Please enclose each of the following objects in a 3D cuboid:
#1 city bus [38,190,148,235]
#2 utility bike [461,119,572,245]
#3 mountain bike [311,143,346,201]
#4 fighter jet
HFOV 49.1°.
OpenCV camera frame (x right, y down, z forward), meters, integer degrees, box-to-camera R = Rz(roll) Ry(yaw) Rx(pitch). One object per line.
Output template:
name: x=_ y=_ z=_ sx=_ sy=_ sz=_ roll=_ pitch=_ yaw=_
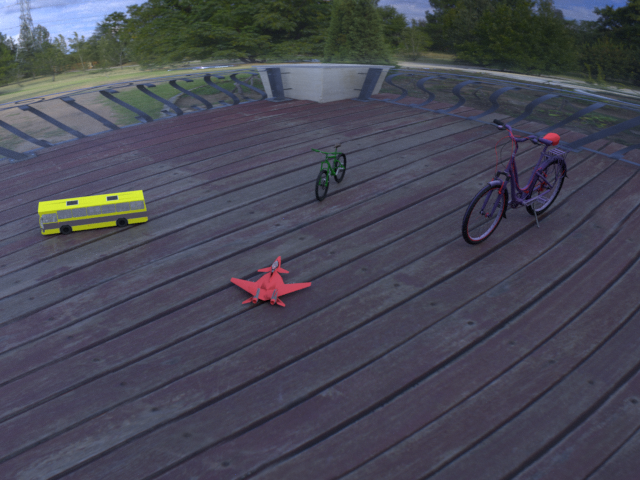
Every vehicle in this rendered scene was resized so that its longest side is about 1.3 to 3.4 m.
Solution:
city bus: x=-3.724 y=-0.442 z=11.538 sx=1.674 sy=0.460 sz=0.476 roll=-8 pitch=29 yaw=-15
utility bike: x=3.282 y=-0.974 z=11.069 sx=2.791 sy=1.839 sz=1.039 roll=-22 pitch=35 yaw=-35
mountain bike: x=0.208 y=-1.305 z=12.744 sx=0.573 sy=0.868 sz=1.469 roll=11 pitch=29 yaw=19
fighter jet: x=-0.685 y=0.480 z=9.969 sx=1.147 sy=0.286 sz=1.358 roll=3 pitch=28 yaw=6
